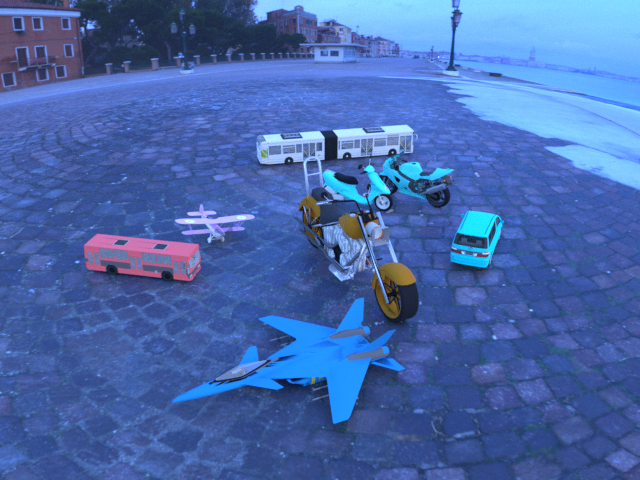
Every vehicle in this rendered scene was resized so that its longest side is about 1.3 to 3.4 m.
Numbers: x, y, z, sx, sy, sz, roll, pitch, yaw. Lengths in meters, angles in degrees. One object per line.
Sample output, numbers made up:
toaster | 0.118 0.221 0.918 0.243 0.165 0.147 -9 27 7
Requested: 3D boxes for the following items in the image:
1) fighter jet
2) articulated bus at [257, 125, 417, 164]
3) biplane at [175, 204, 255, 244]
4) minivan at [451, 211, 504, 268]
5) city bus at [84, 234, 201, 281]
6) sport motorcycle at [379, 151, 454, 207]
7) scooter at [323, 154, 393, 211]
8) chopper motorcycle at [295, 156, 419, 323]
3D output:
fighter jet | -0.434 1.372 8.113 2.640 0.557 2.229 -12 29 -22
articulated bus | 0.367 -2.043 14.977 3.401 0.561 0.605 -6 27 -12
biplane | -1.760 -0.275 11.484 1.336 0.504 1.090 -14 30 -26
minivan | 2.493 -0.111 11.031 0.681 0.616 1.548 10 28 19
city bus | -2.638 0.274 10.431 1.674 0.460 0.476 6 27 11
sport motorcycle | 1.723 -1.100 12.790 1.520 0.821 0.506 18 31 31
scooter | 0.646 -1.029 12.536 1.399 0.919 0.662 10 28 20
chopper motorcycle | 0.475 -0.081 10.000 0.906 1.480 3.040 -13 29 -24
